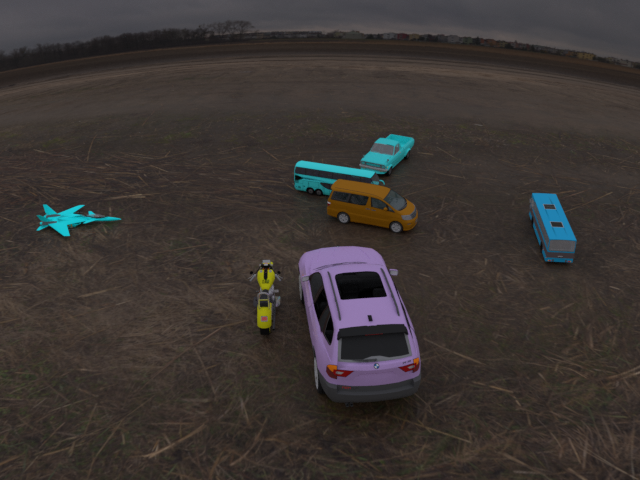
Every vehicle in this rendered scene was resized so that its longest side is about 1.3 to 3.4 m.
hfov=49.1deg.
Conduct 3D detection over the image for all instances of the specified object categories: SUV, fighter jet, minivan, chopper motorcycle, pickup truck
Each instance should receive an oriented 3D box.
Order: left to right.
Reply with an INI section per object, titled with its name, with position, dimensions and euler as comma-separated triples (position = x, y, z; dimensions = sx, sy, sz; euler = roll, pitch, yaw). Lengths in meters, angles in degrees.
[fighter jet]
position = -4.111, -0.411, 12.012
dimensions = 1.358, 0.286, 1.147
euler = -2, 29, -4
[chopper motorcycle]
position = -0.738, 0.651, 9.634
dimensions = 0.466, 0.761, 1.563
euler = -1, 29, -2
[SUV]
position = 0.436, 0.827, 8.944
dimensions = 1.276, 1.128, 3.058
euler = -3, 29, -6
[minivan]
position = 0.910, -0.601, 12.015
dimensions = 1.548, 0.616, 0.681
euler = 11, 31, 18
[pickup truck]
position = 1.384, -1.805, 14.268
dimensions = 0.640, 0.511, 1.603
euler = 14, 32, 24

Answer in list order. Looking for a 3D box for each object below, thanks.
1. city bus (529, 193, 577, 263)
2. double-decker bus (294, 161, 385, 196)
[city bus]
position = 3.780, -0.203, 11.463
dimensions = 0.476, 0.460, 1.674
euler = 3, 29, 5
[double-decker bus]
position = 0.338, -1.074, 12.933
dimensions = 1.672, 0.541, 0.389
euler = 10, 31, 18
